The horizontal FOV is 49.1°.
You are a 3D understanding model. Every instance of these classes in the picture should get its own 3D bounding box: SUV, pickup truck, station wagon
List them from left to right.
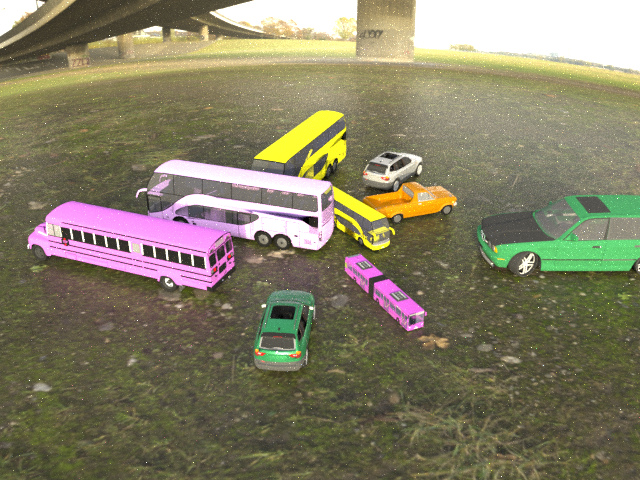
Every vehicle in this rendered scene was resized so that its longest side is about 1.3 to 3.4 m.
[{"bbox_3d":[-0.425,1.026,8.696,0.656,0.580,1.572,2,28,5],"label":"SUV"},{"bbox_3d":[1.406,-1.401,13.368,0.656,0.580,1.572,17,32,29],"label":"SUV"},{"bbox_3d":[1.554,-0.686,12.068,1.603,0.511,0.640,-10,29,-19],"label":"pickup truck"},{"bbox_3d":[3.961,-0.130,10.552,3.105,0.920,1.327,0,27,-1],"label":"station wagon"}]

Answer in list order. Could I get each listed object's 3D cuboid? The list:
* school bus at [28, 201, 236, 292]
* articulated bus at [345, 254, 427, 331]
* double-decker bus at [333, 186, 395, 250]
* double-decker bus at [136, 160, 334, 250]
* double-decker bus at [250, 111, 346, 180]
[{"bbox_3d":[-2.870,0.056,10.276,3.322,0.844,0.709,11,29,20],"label":"school bus"},{"bbox_3d":[0.859,0.690,9.659,0.311,0.289,1.749,-13,30,-23],"label":"articulated bus"},{"bbox_3d":[0.540,-0.360,11.405,0.389,0.541,1.672,-17,32,-29],"label":"double-decker bus"},{"bbox_3d":[-1.368,-0.592,11.300,3.251,1.052,0.756,10,29,18],"label":"double-decker bus"},{"bbox_3d":[-0.362,-1.454,12.958,0.756,1.052,3.251,11,29,20],"label":"double-decker bus"}]
